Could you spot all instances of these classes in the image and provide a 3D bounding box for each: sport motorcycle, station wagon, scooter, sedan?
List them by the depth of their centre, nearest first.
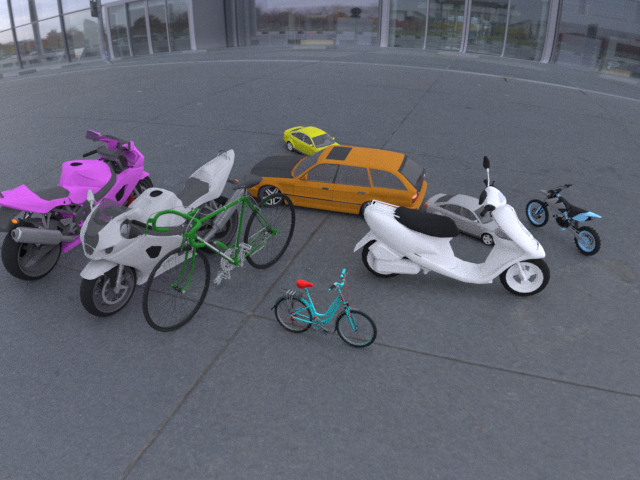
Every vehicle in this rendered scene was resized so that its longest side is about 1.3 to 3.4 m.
[{"bbox_3d":[1.823,-0.125,9.573,2.721,1.786,1.288,7,31,12],"label":"scooter"},{"bbox_3d":[-2.175,-0.145,9.795,0.983,1.596,2.955,20,36,30],"label":"sport motorcycle"},{"bbox_3d":[-3.610,-0.577,10.536,0.983,1.596,2.955,17,34,27],"label":"sport motorcycle"},{"bbox_3d":[2.454,-0.392,11.323,1.613,0.483,0.635,24,38,35],"label":"sedan"},{"bbox_3d":[0.261,-1.096,12.097,3.105,0.920,1.327,8,31,14],"label":"station wagon"},{"bbox_3d":[-0.096,-1.932,13.964,0.635,0.483,1.613,-22,37,-33],"label":"sedan"}]

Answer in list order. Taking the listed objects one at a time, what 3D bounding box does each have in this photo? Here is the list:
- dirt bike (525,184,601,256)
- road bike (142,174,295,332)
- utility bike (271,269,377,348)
[{"bbox_3d":[3.794,-0.375,10.924,0.527,0.857,1.493,-17,34,-26],"label":"dirt bike"},{"bbox_3d":[-1.265,0.035,9.428,0.696,1.656,3.004,20,36,31],"label":"road bike"},{"bbox_3d":[0.052,0.823,8.781,1.435,0.946,0.535,11,32,18],"label":"utility bike"}]
